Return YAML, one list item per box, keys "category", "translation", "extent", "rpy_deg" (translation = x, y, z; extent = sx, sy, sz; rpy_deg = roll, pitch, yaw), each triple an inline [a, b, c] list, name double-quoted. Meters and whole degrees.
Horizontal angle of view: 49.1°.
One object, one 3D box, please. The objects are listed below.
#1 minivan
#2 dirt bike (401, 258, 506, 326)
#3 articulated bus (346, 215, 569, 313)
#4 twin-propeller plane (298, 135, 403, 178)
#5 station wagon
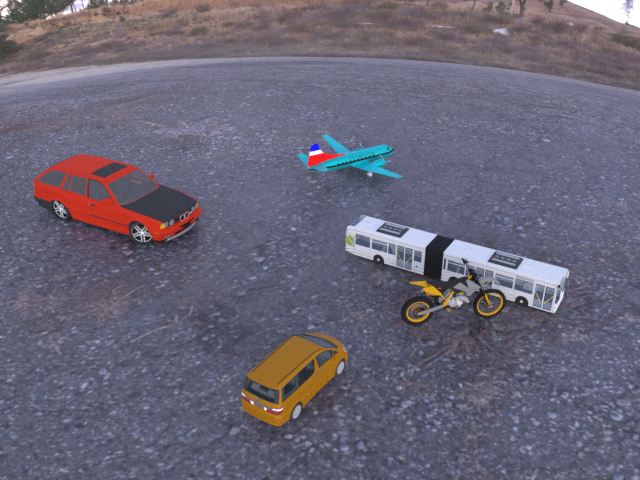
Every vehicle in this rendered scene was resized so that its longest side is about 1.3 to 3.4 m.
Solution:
- category: "minivan"
  translation: [-0.261, 1.531, 8.324]
  extent: [0.681, 0.616, 1.548]
  rpy_deg: [18, 34, 29]
- category: "dirt bike"
  translation: [1.831, 0.748, 9.489]
  extent: [1.493, 0.857, 0.527]
  rpy_deg: [-5, 29, -8]
- category: "articulated bus"
  translation: [1.980, 0.316, 10.575]
  extent: [3.401, 0.561, 0.605]
  rpy_deg: [16, 33, 27]
- category: "twin-propeller plane"
  translation: [0.648, -1.724, 14.022]
  extent: [2.129, 0.792, 2.663]
  rpy_deg: [-17, 33, -28]
- category: "station wagon"
  translation: [-3.559, -0.799, 12.218]
  extent: [3.105, 0.920, 1.327]
  rpy_deg: [15, 32, 25]
